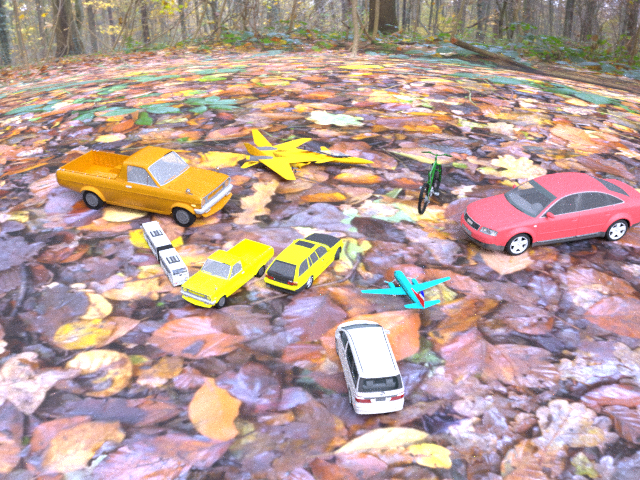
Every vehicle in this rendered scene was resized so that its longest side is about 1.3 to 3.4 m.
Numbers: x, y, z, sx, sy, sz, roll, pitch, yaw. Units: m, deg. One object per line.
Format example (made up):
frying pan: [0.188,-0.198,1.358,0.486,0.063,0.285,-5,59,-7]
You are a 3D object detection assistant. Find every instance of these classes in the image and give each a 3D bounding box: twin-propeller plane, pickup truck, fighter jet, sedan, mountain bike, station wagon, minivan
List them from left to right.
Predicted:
pickup truck: [-3.160,-1.106,12.563,3.117,0.993,1.244,11,31,19]
pickup truck: [-1.338,0.424,10.300,0.640,0.511,1.603,16,33,26]
station wagon: [-0.208,0.251,10.652,0.682,0.473,1.597,15,32,25]
fighter jet: [-0.210,-1.796,14.258,2.640,0.557,2.229,4,29,6]
minivan: [0.568,1.407,8.420,0.681,0.616,1.548,-4,29,-7]
twin-propeller plane: [1.272,0.660,9.982,1.370,0.407,1.095,-8,30,-14]
mountain bike: [2.005,-1.065,12.619,0.573,0.868,1.469,12,31,20]
sedan: [3.868,-0.537,11.592,3.137,0.940,1.235,-8,30,-14]

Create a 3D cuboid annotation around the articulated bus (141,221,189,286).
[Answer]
articulated bus: [-2.434,0.186,10.959,0.311,0.289,1.749,-14,32,-23]
